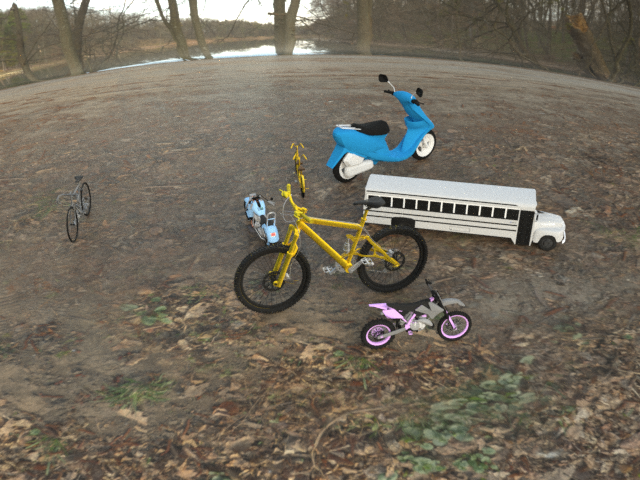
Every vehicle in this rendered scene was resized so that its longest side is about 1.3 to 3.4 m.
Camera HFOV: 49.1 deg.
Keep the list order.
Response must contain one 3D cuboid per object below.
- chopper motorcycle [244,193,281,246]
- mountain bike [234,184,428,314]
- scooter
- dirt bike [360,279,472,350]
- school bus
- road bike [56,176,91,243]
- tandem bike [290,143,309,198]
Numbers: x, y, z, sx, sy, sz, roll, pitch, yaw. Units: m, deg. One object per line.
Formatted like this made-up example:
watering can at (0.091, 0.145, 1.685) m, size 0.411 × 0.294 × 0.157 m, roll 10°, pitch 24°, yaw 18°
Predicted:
chopper motorcycle at (-1.002, -0.427, 11.648) m, size 0.466 × 0.761 × 1.563 m, roll -11°, pitch 31°, yaw -18°
mountain bike at (0.197, 0.149, 9.705) m, size 2.857 × 1.688 × 1.114 m, roll -9°, pitch 31°, yaw -15°
scooter at (1.287, -2.174, 13.676) m, size 2.721 × 1.786 × 1.288 m, roll -19°, pitch 35°, yaw -30°
dirt bike at (1.260, 1.004, 9.044) m, size 1.493 × 0.857 × 0.527 m, roll -5°, pitch 30°, yaw -8°
school bus at (2.398, -0.492, 11.680) m, size 3.322 × 0.844 × 0.709 m, roll 6°, pitch 30°, yaw 11°
road bike at (-4.097, -0.598, 11.856) m, size 0.358 × 0.852 × 1.545 m, roll -2°, pitch 30°, yaw -3°
tandem bike at (-0.397, -1.388, 13.412) m, size 0.283 × 0.682 × 1.642 m, roll -4°, pitch 30°, yaw -6°
